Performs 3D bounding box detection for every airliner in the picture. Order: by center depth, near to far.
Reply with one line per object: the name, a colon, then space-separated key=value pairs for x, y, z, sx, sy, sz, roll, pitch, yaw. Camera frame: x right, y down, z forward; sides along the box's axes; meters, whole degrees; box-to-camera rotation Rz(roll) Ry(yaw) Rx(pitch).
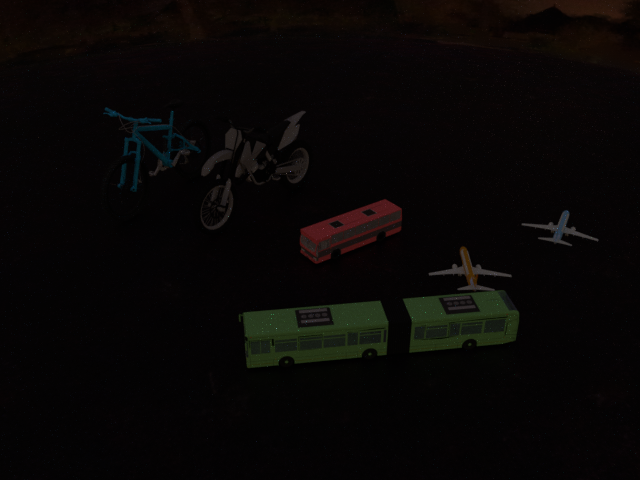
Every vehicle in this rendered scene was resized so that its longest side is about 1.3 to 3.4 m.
airliner: x=2.133 y=0.339 z=10.000 sx=1.161 sy=0.429 sz=1.307 roll=1 pitch=31 yaw=2
airliner: x=3.810 y=-0.274 z=11.027 sx=1.161 sy=0.429 sz=1.307 roll=14 pitch=33 yaw=22

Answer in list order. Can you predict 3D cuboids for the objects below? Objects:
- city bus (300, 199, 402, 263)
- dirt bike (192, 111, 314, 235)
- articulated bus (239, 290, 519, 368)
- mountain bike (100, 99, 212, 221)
city bus: x=0.493 y=-0.130 z=10.756 sx=1.674 sy=0.460 sz=0.476 roll=-20 pitch=36 yaw=-30
dirt bike: x=-1.018 y=-1.232 z=11.424 sx=1.024 sy=1.666 sz=2.903 roll=21 pitch=37 yaw=31
articulated bus: x=0.730 y=1.085 z=8.624 sx=3.401 sy=0.561 sz=0.605 roll=-4 pitch=31 yaw=-7
mountain bike: x=-2.730 y=-1.496 z=11.846 sx=1.114 sy=1.688 sz=2.857 roll=15 pitch=34 yaw=23
